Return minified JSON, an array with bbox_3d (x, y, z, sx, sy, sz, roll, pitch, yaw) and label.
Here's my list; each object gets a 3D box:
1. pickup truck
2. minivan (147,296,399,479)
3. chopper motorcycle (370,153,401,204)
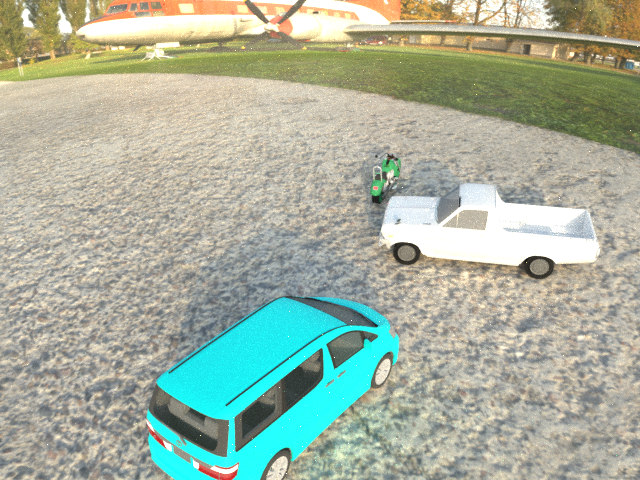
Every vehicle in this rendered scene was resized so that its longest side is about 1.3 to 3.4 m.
[{"bbox_3d":[2.440,-0.228,10.299,3.117,0.993,1.244,6,29,10],"label":"pickup truck"},{"bbox_3d":[-0.331,1.337,7.222,1.324,1.197,3.011,20,34,32],"label":"minivan"},{"bbox_3d":[1.186,-1.199,12.318,0.466,0.761,1.563,10,30,17],"label":"chopper motorcycle"}]
